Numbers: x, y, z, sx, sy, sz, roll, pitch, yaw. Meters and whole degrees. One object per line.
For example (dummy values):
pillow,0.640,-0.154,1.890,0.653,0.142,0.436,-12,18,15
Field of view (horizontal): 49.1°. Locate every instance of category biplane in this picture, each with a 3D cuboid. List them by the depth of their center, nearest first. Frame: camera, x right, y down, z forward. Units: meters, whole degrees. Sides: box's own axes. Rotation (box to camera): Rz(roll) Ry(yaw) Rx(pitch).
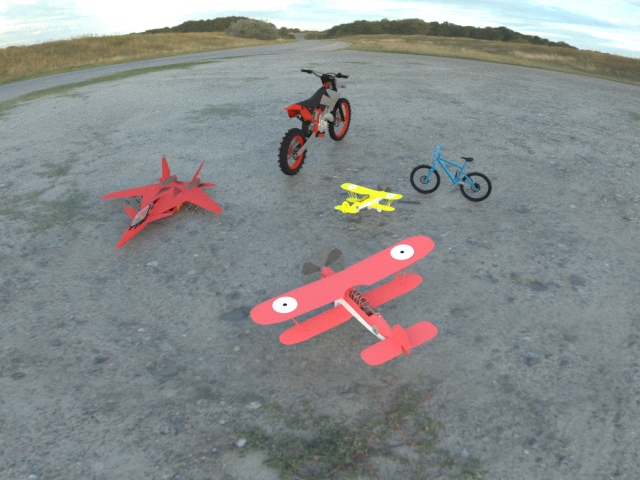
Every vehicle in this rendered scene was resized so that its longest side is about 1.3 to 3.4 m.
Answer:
biplane,0.479,0.853,8.723,2.598,0.981,2.120,-15,33,-25
biplane,0.743,-0.653,11.888,1.090,0.504,1.336,-25,38,-37

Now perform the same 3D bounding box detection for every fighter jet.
fighter jet,-2.795,-0.639,11.811,2.229,0.557,2.640,7,30,13

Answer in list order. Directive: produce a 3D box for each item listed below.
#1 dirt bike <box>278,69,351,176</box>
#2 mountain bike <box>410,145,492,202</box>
dirt bike,-0.057,-2.441,13.884,1.024,1.666,2.903,14,32,24
mountain bike,2.320,-1.149,12.401,1.469,0.868,0.573,11,31,18
